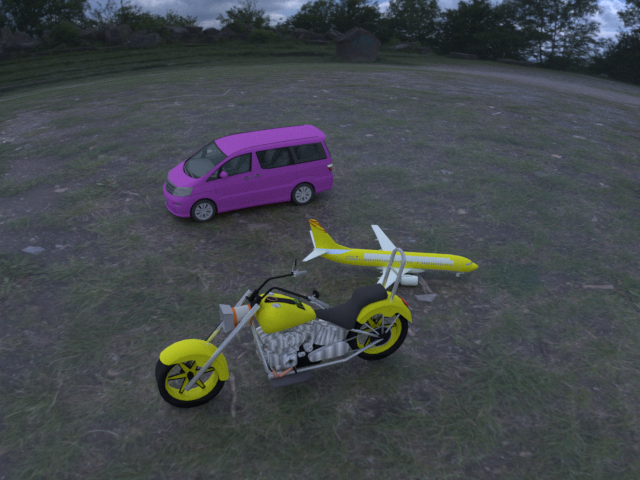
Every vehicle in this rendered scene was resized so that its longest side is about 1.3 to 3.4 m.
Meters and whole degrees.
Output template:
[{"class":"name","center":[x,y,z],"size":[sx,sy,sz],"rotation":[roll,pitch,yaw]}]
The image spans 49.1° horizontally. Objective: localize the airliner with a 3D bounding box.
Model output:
[{"class":"airliner","center":[1.057,0.127,10.258],"size":[2.541,0.835,2.257],"rotation":[3,28,5]}]

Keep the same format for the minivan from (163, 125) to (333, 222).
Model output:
[{"class":"minivan","center":[-1.290,-1.241,12.497],"size":[3.011,1.197,1.324],"rotation":[-11,29,-20]}]

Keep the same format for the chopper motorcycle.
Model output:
[{"class":"chopper motorcycle","center":[-0.356,0.976,7.926],"size":[3.040,1.480,0.906],"rotation":[-10,29,-18]}]
